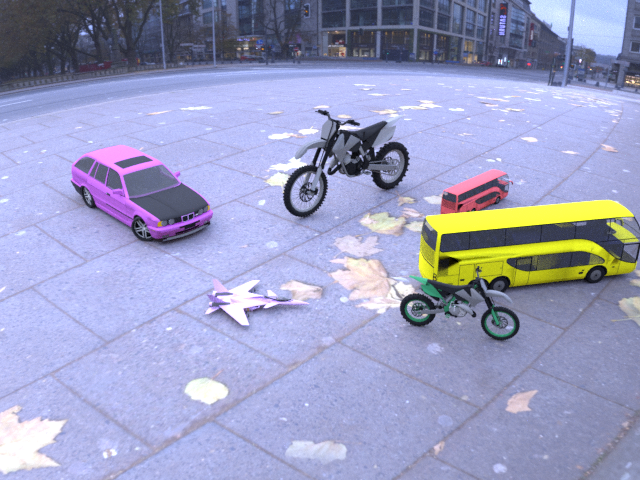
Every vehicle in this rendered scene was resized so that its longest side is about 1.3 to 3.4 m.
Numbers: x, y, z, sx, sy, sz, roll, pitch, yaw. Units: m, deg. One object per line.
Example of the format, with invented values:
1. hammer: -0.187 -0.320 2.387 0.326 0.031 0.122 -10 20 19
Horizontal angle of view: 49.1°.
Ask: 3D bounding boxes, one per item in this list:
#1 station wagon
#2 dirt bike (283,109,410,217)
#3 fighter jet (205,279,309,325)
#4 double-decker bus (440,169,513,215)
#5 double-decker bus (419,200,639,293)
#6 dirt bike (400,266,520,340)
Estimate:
1. station wagon: -3.107 -0.901 11.992 1.327 0.920 3.105 -23 34 -38
2. dirt bike: 0.540 -1.427 12.210 2.903 1.666 1.024 -20 33 -35
3. fighter jet: -0.817 0.764 9.367 1.358 0.286 1.147 1 27 2
4. double-decker bus: 2.743 -0.806 12.226 1.672 0.541 0.389 -23 35 -38
5. double-decker bus: 3.018 0.087 9.865 3.251 1.052 0.756 -5 27 -11
6. dirt bike: 1.735 0.784 8.688 1.493 0.857 0.527 9 28 17
